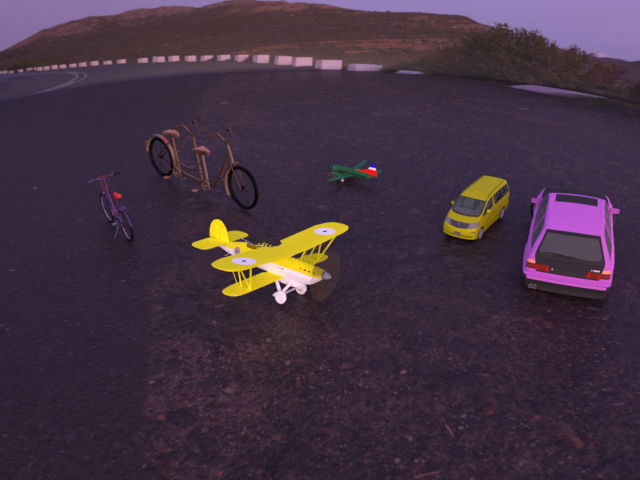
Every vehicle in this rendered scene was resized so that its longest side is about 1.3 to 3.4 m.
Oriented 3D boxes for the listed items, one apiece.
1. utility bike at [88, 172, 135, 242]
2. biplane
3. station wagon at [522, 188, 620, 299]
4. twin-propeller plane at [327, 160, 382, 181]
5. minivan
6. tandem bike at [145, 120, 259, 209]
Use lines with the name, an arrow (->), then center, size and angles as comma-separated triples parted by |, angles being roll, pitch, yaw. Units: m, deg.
utility bike -> -3.300, -0.535, 11.096 | 0.535, 0.946, 1.435 | -17, 31, -31
biplane -> -0.698, 0.223, 9.527 | 2.120, 0.981, 2.598 | 18, 31, 32
station wagon -> 3.772, -0.213, 10.475 | 1.327, 0.920, 3.105 | 9, 28, 18
twin-propeller plane -> 0.611, -1.342, 13.332 | 1.095, 0.407, 1.370 | 17, 31, 30
minivan -> 2.578, -0.535, 11.468 | 0.681, 0.616, 1.548 | 16, 31, 30
tandem bike -> -2.206, -1.498, 12.613 | 3.192, 1.326, 0.550 | 22, 34, 38
